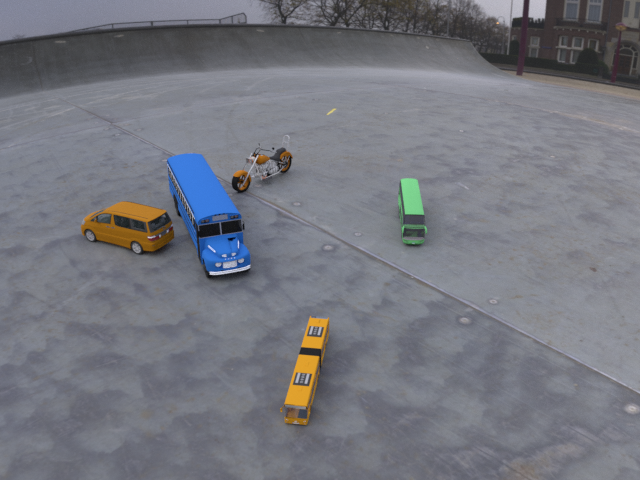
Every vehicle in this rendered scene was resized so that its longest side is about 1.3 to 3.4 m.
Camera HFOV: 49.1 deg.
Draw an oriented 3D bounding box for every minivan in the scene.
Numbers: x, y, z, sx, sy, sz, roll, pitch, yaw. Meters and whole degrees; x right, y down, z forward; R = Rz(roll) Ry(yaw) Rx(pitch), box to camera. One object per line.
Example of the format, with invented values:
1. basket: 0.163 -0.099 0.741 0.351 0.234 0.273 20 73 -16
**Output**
1. minivan: -3.078 -0.255 11.068 1.548 0.616 0.681 13 29 24

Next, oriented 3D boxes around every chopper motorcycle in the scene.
1. chopper motorcycle: -1.086 -1.456 13.287 0.466 0.761 1.563 20 33 34

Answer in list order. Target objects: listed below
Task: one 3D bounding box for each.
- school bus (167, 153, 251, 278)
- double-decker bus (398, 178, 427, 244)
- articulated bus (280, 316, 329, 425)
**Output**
1. school bus: -1.837 -0.470 11.240 0.709 0.844 3.322 -9 28 -18
2. double-decker bus: 1.508 -0.475 11.586 0.389 0.541 1.672 1 27 3
3. articulated bus: -0.131 1.449 8.054 0.311 0.289 1.749 4 27 8
